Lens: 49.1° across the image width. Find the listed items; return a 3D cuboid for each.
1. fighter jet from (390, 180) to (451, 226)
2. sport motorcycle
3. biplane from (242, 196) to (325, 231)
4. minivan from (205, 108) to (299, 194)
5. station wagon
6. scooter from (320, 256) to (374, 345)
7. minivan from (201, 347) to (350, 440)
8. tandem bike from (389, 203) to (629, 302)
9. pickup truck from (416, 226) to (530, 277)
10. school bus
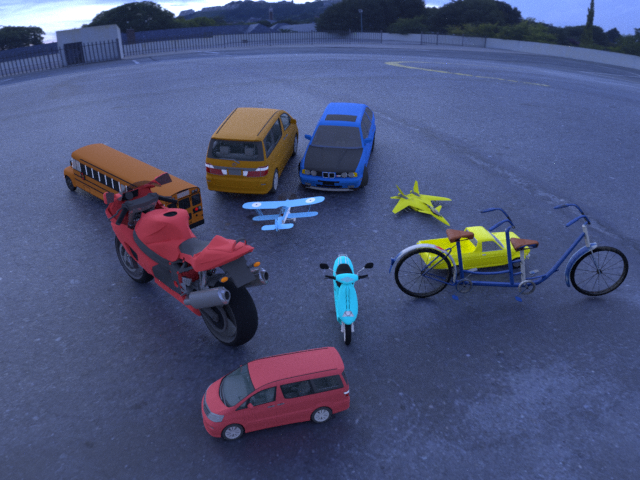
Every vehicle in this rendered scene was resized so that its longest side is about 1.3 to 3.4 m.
[{"bbox_3d":[1.780,-0.596,11.726,1.147,0.286,1.358,-13,31,-23],"label":"fighter jet"},{"bbox_3d":[-1.799,0.219,8.860,2.955,1.596,0.983,25,37,38],"label":"sport motorcycle"},{"bbox_3d":[-0.613,-0.398,11.135,1.336,0.504,1.090,4,29,7],"label":"biplane"},{"bbox_3d":[-1.191,-1.829,13.040,1.324,1.197,3.011,5,29,8],"label":"minivan"},{"bbox_3d":[0.387,-1.891,13.442,1.327,0.920,3.105,4,29,8],"label":"station wagon"},{"bbox_3d":[0.320,0.605,8.859,0.662,0.919,1.399,-1,29,-1],"label":"scooter"},{"bbox_3d":[-0.476,1.587,7.374,1.548,0.616,0.681,-7,29,-13],"label":"minivan"},{"bbox_3d":[2.511,0.191,9.195,3.192,1.326,0.550,0,29,-1],"label":"tandem bike"},{"bbox_3d":[2.229,0.119,10.179,1.603,0.511,0.640,-6,29,-11],"label":"pickup truck"},{"bbox_3d":[-3.252,-0.916,11.731,3.322,0.844,0.709,24,37,37],"label":"school bus"}]
